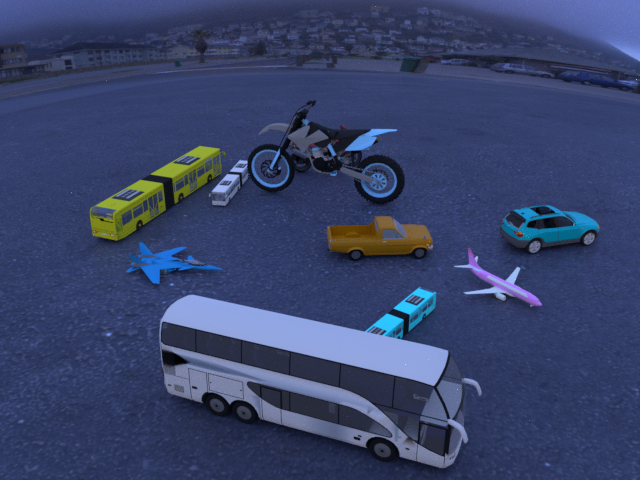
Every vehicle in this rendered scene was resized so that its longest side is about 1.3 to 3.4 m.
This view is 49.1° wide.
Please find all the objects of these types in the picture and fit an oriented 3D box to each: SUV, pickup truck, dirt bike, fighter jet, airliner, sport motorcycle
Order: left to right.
[{"bbox_3d":[-2.068,0.299,10.147,1.358,0.286,1.147,4,26,9],"label":"fighter jet"},{"bbox_3d":[0.066,-1.507,12.282,2.903,1.666,1.024,7,27,14],"label":"dirt bike"},{"bbox_3d":[0.110,-1.783,13.815,1.520,0.821,0.506,-7,27,-14],"label":"sport motorcycle"},{"bbox_3d":[0.900,-0.055,10.619,1.603,0.511,0.640,-2,26,-3],"label":"pickup truck"},{"bbox_3d":[2.481,0.519,9.531,1.161,0.429,1.307,-19,32,-34],"label":"airliner"},{"bbox_3d":[3.592,-0.230,10.899,1.572,0.580,0.656,-8,27,-15],"label":"SUV"}]

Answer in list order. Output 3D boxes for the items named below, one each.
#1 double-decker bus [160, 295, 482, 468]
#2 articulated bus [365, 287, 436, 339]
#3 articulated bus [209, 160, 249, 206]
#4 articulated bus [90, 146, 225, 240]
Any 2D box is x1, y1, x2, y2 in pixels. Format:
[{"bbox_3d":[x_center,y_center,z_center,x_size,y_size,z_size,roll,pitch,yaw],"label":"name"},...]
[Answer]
[{"bbox_3d":[-0.074,1.386,7.036,3.251,1.052,0.756,10,28,19],"label":"double-decker bus"},{"bbox_3d":[0.900,1.059,8.582,0.311,0.289,1.749,18,31,32],"label":"articulated bus"},{"bbox_3d":[-1.612,-1.082,12.982,0.311,0.289,1.749,5,26,10],"label":"articulated bus"},{"bbox_3d":[-2.743,-0.902,12.300,0.605,0.561,3.401,10,28,19],"label":"articulated bus"}]
